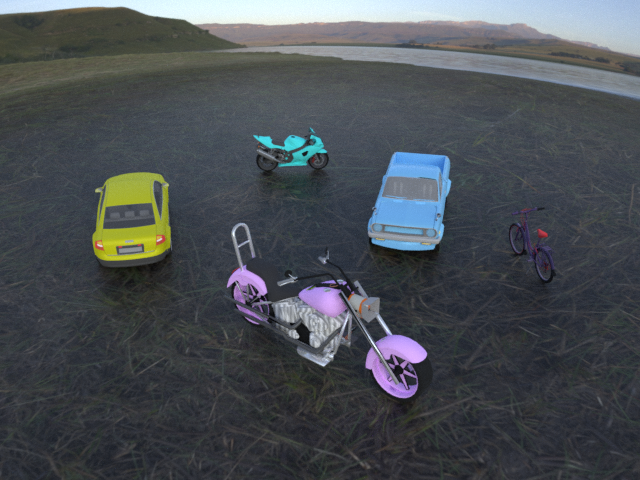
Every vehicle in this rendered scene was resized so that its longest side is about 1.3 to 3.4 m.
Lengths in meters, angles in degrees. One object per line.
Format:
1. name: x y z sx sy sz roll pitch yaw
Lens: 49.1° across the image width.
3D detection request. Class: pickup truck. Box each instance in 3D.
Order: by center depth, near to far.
1. pickup truck: 1.628 -0.840 12.234 1.244 0.993 3.117 6 29 11

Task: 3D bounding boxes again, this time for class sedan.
1. sedan: -3.135 -0.547 11.742 1.235 0.940 3.137 -6 29 -10

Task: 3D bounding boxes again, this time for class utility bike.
1. utility bike: 3.195 0.025 10.667 0.535 0.946 1.435 -6 29 -12

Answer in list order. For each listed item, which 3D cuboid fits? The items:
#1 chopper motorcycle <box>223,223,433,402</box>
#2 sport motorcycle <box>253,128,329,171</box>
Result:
1. chopper motorcycle: 0.020 0.843 8.574 3.040 1.480 0.906 20 34 33
2. sport motorcycle: -0.575 -1.802 14.212 1.520 0.821 0.506 -2 28 -5
